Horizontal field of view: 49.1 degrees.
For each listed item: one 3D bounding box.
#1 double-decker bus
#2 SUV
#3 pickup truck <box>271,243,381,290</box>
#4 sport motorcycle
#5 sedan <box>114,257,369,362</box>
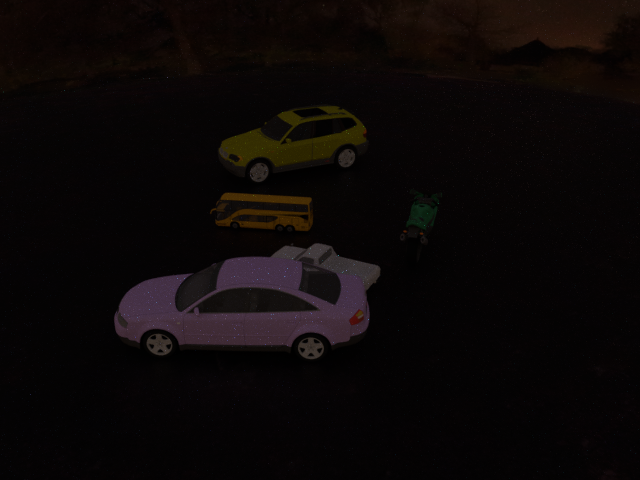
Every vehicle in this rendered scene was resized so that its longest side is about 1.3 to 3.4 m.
[{"bbox_3d":[-0.951,-0.459,11.569,1.672,0.541,0.389,4,26,8],"label":"double-decker bus"},{"bbox_3d":[-0.520,-1.996,14.049,3.058,1.128,1.276,-12,28,-23],"label":"SUV"},{"bbox_3d":[0.030,0.377,9.889,1.603,0.511,0.640,13,29,24],"label":"pickup truck"},{"bbox_3d":[1.545,-0.231,10.781,0.506,0.821,1.520,8,27,15],"label":"sport motorcycle"},{"bbox_3d":[-0.959,0.760,8.614,3.137,0.940,1.235,1,26,2],"label":"sedan"}]
